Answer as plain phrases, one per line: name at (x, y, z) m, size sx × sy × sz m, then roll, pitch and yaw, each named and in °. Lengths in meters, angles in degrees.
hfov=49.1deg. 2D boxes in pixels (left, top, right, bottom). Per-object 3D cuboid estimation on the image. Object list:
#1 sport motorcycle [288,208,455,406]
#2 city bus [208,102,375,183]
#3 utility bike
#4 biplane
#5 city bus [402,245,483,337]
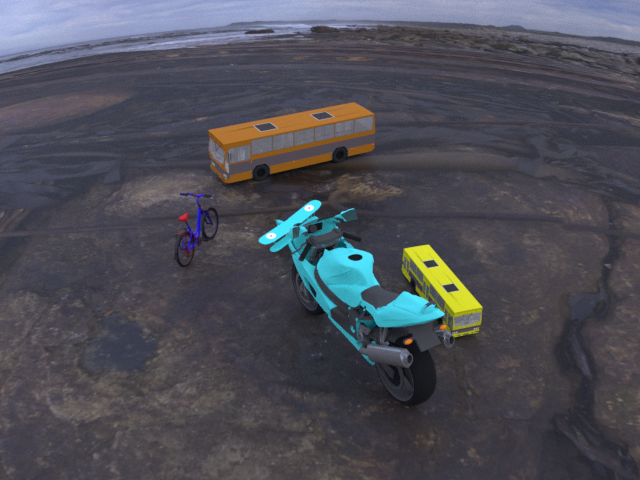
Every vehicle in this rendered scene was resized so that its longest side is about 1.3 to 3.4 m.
sport motorcycle at (0.450, 0.739, 8.552) m, size 0.983 × 1.596 × 2.955 m, roll -18°, pitch 35°, yaw -27°
city bus at (-0.507, -1.895, 13.680) m, size 3.255 × 0.894 × 0.926 m, roll -16°, pitch 34°, yaw -24°
utility bike at (-1.966, -0.231, 10.825) m, size 0.535 × 0.946 × 1.435 m, roll 10°, pitch 32°, yaw 16°
biplane at (-0.338, -0.113, 11.059) m, size 1.090 × 0.504 × 1.336 m, roll 24°, pitch 38°, yaw 35°
city bus at (1.659, 0.691, 9.747) m, size 0.476 × 0.460 × 1.674 m, roll -9°, pitch 32°, yaw -15°
